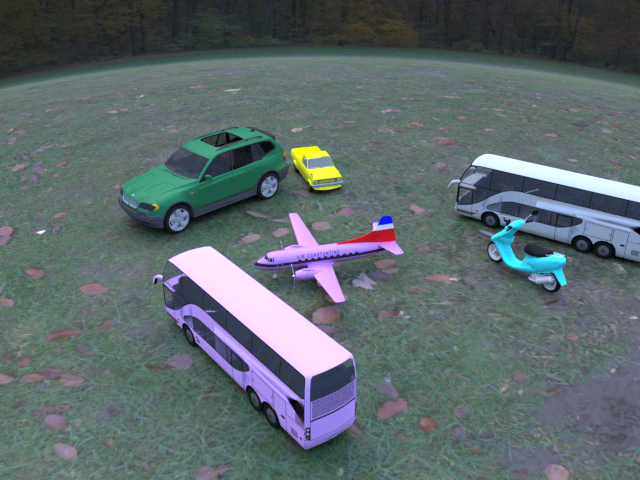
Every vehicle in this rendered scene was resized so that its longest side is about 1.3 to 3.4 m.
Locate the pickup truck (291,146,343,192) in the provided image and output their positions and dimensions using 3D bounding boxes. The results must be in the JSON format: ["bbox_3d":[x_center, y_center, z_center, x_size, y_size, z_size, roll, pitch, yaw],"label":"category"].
[{"bbox_3d":[-0.083,-1.409,13.163,0.640,0.511,1.603,-8,29,-15],"label":"pickup truck"}]

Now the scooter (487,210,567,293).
[{"bbox_3d":[2.918,0.121,9.877,0.662,0.919,1.399,-18,33,-30],"label":"scooter"}]

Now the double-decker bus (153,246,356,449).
[{"bbox_3d":[-0.839,1.056,7.994,0.756,1.052,3.251,-20,34,-32],"label":"double-decker bus"}]

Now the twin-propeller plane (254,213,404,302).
[{"bbox_3d":[0.093,0.107,10.037,2.129,0.792,2.663,-7,29,-13],"label":"twin-propeller plane"}]

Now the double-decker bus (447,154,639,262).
[{"bbox_3d":[3.646,-0.561,11.007,3.251,1.052,0.756,18,33,30],"label":"double-decker bus"}]

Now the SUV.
[{"bbox_3d":[-1.943,-1.134,11.996,3.058,1.128,1.276,-24,37,-38],"label":"SUV"}]
